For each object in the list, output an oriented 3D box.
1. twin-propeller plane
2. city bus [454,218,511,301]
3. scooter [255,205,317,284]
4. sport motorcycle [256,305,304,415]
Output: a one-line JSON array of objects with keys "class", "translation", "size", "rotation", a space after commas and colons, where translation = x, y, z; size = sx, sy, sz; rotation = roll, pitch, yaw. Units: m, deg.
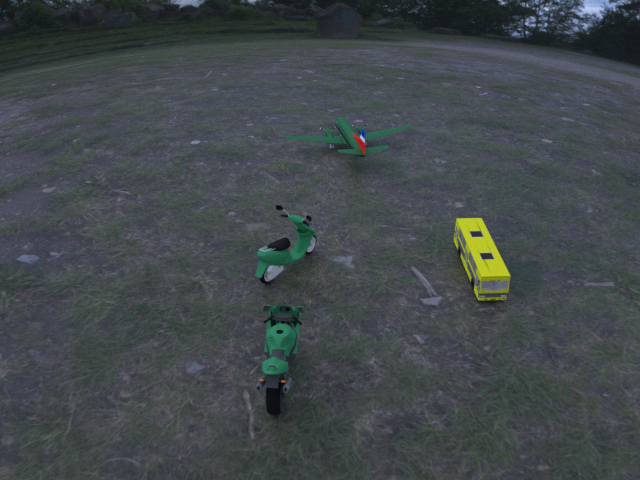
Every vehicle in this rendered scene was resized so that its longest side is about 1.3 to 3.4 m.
[{"class": "twin-propeller plane", "translation": [0.627, -2.189, 14.217], "size": [2.663, 0.792, 2.129], "rotation": [-7, 32, -11]}, {"class": "city bus", "translation": [2.380, 0.272, 10.425], "size": [0.476, 0.460, 1.674], "rotation": [-1, 31, -2]}, {"class": "scooter", "translation": [-0.480, 0.031, 10.381], "size": [0.662, 0.919, 1.399], "rotation": [20, 36, 30]}, {"class": "sport motorcycle", "translation": [-0.470, 1.345, 8.278], "size": [0.506, 0.821, 1.520], "rotation": [2, 31, 4]}]
